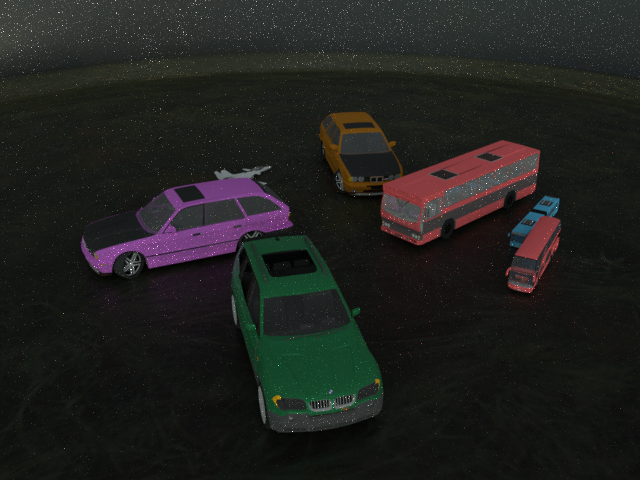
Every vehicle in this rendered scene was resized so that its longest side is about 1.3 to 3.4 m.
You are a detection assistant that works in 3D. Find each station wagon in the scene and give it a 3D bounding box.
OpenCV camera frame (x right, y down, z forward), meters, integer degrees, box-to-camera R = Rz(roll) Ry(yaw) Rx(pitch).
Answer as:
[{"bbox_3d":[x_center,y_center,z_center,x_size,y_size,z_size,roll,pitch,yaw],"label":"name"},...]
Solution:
[{"bbox_3d":[-2.006,-0.277,10.562,3.105,0.920,1.327,-12,28,-22],"label":"station wagon"},{"bbox_3d":[0.757,-1.774,13.613,1.327,0.920,3.105,-4,26,-8],"label":"station wagon"}]

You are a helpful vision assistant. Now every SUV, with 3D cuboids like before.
[{"bbox_3d":[-0.264,0.892,7.941,1.276,1.128,3.058,-7,27,-13],"label":"SUV"}]

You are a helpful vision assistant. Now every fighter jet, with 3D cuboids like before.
[{"bbox_3d":[-1.388,-1.299,13.366,1.147,0.286,1.358,20,32,35],"label":"fighter jet"}]

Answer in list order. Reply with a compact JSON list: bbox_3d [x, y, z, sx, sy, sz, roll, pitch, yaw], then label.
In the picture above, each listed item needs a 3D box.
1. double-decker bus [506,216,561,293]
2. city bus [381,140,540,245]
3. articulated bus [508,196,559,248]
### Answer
[{"bbox_3d":[3.083,0.200,10.020,0.389,0.541,1.672,14,29,26],"label":"double-decker bus"},{"bbox_3d":[2.407,-0.820,11.699,3.255,0.894,0.926,-22,34,-38],"label":"city bus"},{"bbox_3d":[3.491,-0.307,11.341,0.311,0.289,1.749,16,30,29],"label":"articulated bus"}]
